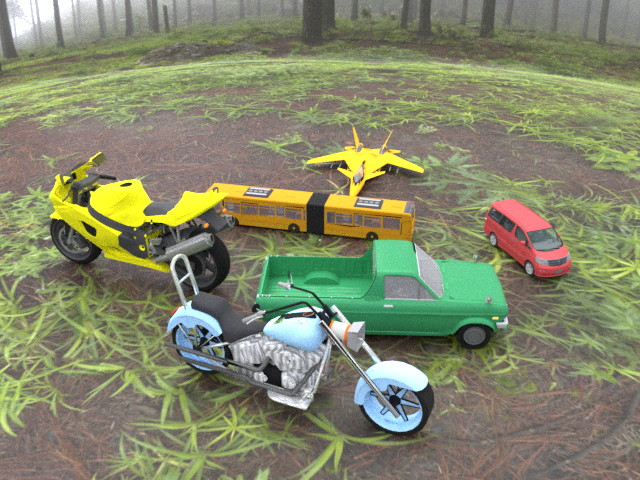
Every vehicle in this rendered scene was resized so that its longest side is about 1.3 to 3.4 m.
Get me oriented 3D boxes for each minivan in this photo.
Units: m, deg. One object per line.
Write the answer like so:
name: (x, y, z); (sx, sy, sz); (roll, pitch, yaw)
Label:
minivan: (3.071, -0.036, 10.366); (0.681, 0.616, 1.548); (-10, 29, -18)

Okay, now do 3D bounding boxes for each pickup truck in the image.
pickup truck: (0.756, 0.595, 8.761); (3.117, 0.993, 1.244); (1, 28, 2)

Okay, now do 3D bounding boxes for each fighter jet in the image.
fighter jet: (0.805, -1.427, 13.073); (2.229, 0.557, 2.640); (6, 28, 11)

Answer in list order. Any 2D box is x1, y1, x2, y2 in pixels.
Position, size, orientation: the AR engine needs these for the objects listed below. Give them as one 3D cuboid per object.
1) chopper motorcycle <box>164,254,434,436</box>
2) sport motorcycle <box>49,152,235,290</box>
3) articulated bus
chopper motorcycle: (-0.287, 1.077, 7.323); (3.040, 1.480, 0.906); (11, 30, 21)
sport motorcycle: (-2.545, -0.207, 9.638); (2.955, 1.596, 0.983); (10, 29, 18)
articulated bus: (-0.205, -0.450, 11.211); (3.401, 0.561, 0.605); (6, 28, 12)
